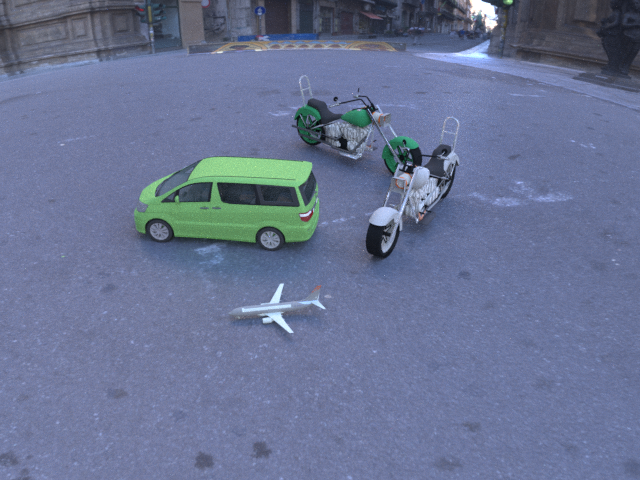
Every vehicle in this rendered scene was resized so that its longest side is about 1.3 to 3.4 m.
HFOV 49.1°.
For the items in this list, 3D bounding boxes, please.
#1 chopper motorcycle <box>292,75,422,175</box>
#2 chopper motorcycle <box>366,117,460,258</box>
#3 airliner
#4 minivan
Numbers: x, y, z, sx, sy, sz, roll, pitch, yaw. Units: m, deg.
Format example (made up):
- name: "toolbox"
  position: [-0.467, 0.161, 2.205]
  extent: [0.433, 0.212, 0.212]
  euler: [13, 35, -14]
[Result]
- name: "chopper motorcycle"
  position: [0.695, -2.262, 13.848]
  extent: [3.040, 1.480, 0.906]
  euler: [23, 37, 34]
- name: "chopper motorcycle"
  position: [1.586, -0.916, 11.536]
  extent: [0.906, 1.480, 3.040]
  euler: [17, 34, 27]
- name: "airliner"
  position: [-0.605, 0.850, 9.545]
  extent: [1.307, 0.429, 1.161]
  euler: [-5, 30, -8]
- name: "minivan"
  position: [-1.537, -0.677, 11.405]
  extent: [3.011, 1.197, 1.324]
  euler: [4, 30, 7]
